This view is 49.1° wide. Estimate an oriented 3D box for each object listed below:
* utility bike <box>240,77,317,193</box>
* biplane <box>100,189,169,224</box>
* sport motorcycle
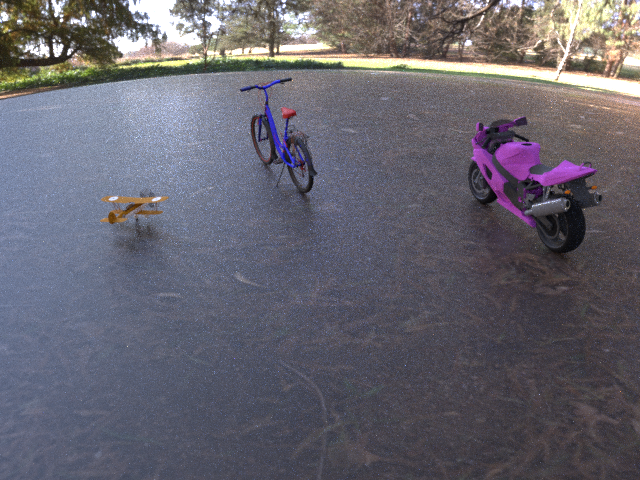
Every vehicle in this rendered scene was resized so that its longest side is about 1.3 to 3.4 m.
[{"bbox_3d":[-0.835,-1.996,13.084,1.039,1.839,2.791,-13,29,-25],"label":"utility bike"},{"bbox_3d":[-3.149,-0.491,11.565,1.336,0.504,1.090,11,28,20],"label":"biplane"},{"bbox_3d":[3.287,-0.959,11.280,0.983,1.596,2.955,-10,28,-19],"label":"sport motorcycle"}]
